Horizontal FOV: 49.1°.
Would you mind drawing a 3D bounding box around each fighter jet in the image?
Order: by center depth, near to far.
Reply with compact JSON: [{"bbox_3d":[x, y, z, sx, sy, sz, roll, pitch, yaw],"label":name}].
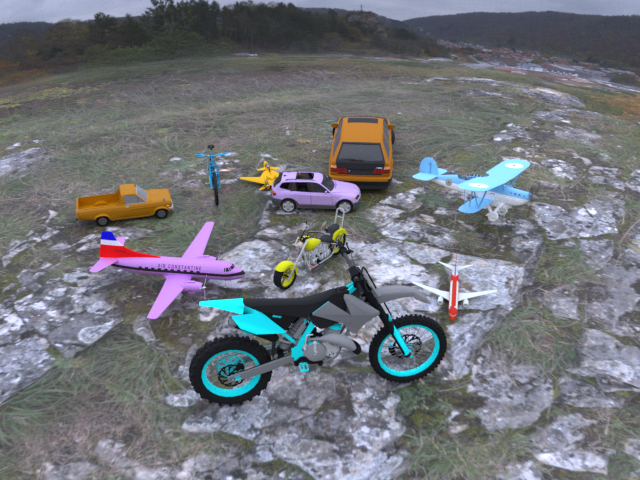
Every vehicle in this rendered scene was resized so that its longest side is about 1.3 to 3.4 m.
[{"bbox_3d":[-0.961,-1.331,13.312,1.147,0.286,1.358,-6,29,-11],"label":"fighter jet"}]

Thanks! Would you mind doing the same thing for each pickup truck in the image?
[{"bbox_3d":[-3.294,-0.632,11.798,1.603,0.511,0.640,-8,30,-15],"label":"pickup truck"}]

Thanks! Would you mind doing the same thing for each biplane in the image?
[{"bbox_3d":[2.654,-0.925,11.843,2.120,0.981,2.598,17,33,29],"label":"biplane"}]

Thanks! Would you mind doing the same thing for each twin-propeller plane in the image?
[{"bbox_3d":[-2.089,0.283,9.829,2.129,0.792,2.663,4,29,7],"label":"twin-propeller plane"}]

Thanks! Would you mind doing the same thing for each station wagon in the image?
[{"bbox_3d":[0.835,-1.948,13.780,1.327,0.920,3.105,2,29,4],"label":"station wagon"}]

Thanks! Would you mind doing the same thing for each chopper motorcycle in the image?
[{"bbox_3d":[-0.122,0.112,10.173,0.466,0.761,1.563,21,35,33],"label":"chopper motorcycle"}]

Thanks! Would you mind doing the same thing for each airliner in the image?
[{"bbox_3d":[1.840,0.631,9.568,1.161,0.429,1.307,5,29,10],"label":"airliner"}]

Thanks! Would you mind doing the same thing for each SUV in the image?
[{"bbox_3d":[-0.073,-0.856,12.136,1.572,0.580,0.656,1,29,2],"label":"SUV"}]

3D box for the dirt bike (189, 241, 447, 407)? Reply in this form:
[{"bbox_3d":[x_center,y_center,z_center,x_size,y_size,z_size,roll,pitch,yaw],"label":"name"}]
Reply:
[{"bbox_3d":[0.014,0.997,7.606,2.903,1.666,1.024,-5,29,-9],"label":"dirt bike"}]

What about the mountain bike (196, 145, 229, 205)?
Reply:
[{"bbox_3d":[-1.914,-1.243,12.543,0.573,0.868,1.469,-5,29,-10],"label":"mountain bike"}]
